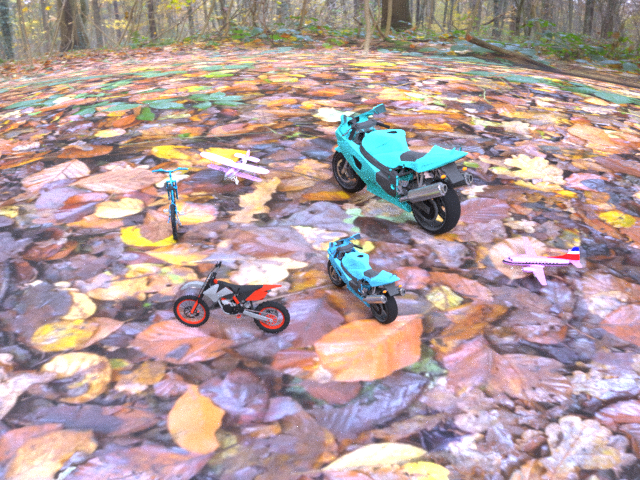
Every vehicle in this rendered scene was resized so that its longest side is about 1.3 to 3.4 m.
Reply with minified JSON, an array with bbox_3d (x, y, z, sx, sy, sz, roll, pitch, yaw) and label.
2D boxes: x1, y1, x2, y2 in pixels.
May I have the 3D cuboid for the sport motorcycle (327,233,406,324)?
[{"bbox_3d":[0.542,0.489,9.225,0.506,0.821,1.520,-17,33,-29],"label":"sport motorcycle"}]

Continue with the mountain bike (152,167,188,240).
[{"bbox_3d":[-2.363,-0.632,11.228,0.573,0.868,1.469,-5,29,-10],"label":"mountain bike"}]

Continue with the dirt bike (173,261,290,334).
[{"bbox_3d":[-1.113,0.765,8.683,1.493,0.857,0.527,3,29,6],"label":"dirt bike"}]

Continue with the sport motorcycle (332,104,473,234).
[{"bbox_3d":[1.200,-1.192,11.494,0.983,1.596,2.955,-21,35,-34],"label":"sport motorcycle"}]

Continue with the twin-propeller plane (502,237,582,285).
[{"bbox_3d":[3.183,0.262,10.073,1.095,0.407,1.370,2,29,3],"label":"twin-propeller plane"}]

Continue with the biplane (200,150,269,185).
[{"bbox_3d":[-1.502,-1.351,12.924,1.336,0.504,1.090,9,30,16],"label":"biplane"}]
